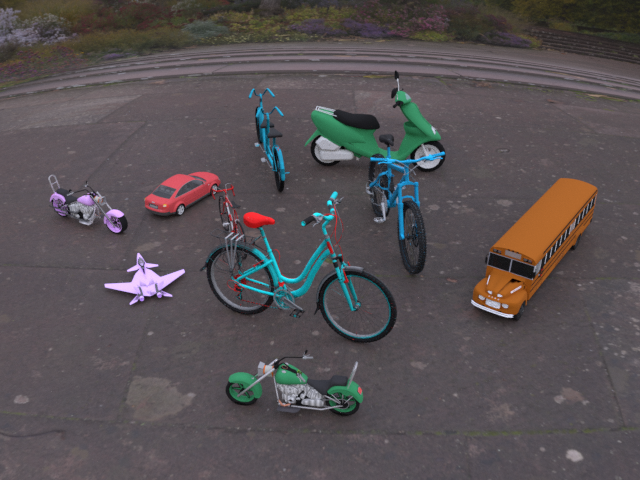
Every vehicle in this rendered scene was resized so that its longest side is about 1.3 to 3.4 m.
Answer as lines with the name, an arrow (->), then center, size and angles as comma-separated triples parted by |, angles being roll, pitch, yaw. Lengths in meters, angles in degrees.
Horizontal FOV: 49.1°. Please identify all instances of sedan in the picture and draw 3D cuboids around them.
sedan -> -2.405, -0.902, 12.384 | 0.635, 0.483, 1.613 | 17, 34, 26

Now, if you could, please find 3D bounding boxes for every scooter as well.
scooter -> 1.059, -2.182, 13.294 | 2.721, 1.786, 1.288 | 4, 30, 7

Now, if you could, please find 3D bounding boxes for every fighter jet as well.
fighter jet -> -2.583, 0.445, 10.254 | 1.147, 0.286, 1.358 | -10, 32, -17

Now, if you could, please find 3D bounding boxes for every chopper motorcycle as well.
chopper motorcycle -> -0.295, 1.590, 7.801 | 1.563, 0.761, 0.466 | 5, 30, 9
chopper motorcycle -> -3.855, -0.589, 11.565 | 1.563, 0.761, 0.466 | 14, 33, 23

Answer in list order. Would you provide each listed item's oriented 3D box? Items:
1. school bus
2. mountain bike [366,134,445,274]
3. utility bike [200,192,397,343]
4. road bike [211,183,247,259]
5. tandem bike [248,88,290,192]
school bus -> 3.233, 0.056, 10.368 | 0.709, 0.844, 3.322 | 20, 35, 30
mountain bike -> 1.166, -0.735, 10.892 | 1.114, 1.688, 2.857 | -6, 31, -10
utility bike -> -0.304, 0.281, 8.986 | 2.791, 1.839, 1.039 | 12, 32, 19
road bike -> -1.389, -0.326, 11.022 | 0.358, 0.852, 1.545 | -12, 32, -19
tandem bike -> -1.003, -2.051, 13.527 | 0.550, 1.326, 3.192 | -6, 31, -11
